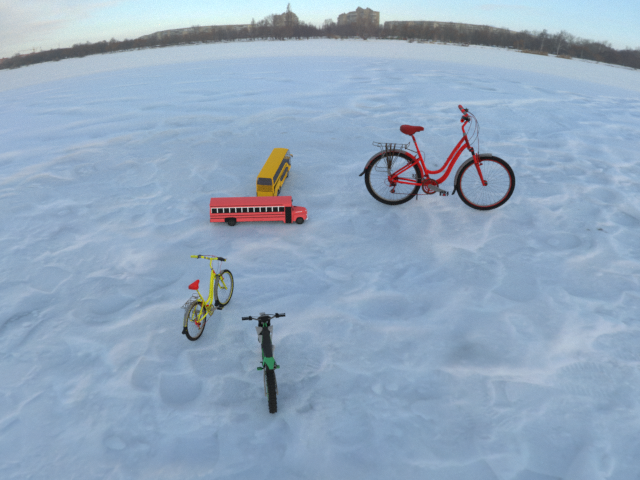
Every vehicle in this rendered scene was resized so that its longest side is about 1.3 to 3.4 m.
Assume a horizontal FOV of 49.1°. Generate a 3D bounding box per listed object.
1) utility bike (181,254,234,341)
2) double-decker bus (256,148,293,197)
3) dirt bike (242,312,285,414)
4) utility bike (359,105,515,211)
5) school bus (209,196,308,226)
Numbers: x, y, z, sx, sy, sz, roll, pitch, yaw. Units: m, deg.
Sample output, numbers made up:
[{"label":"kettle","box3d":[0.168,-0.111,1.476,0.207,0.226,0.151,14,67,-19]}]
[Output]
[{"label":"utility bike","box3d":[-1.572,0.705,9.538,0.535,0.946,1.435,10,31,17]},{"label":"double-decker bus","box3d":[-0.877,-1.298,13.531,0.389,0.541,1.672,5,30,8]},{"label":"dirt bike","box3d":[-0.650,1.358,8.463,0.527,0.857,1.493,-4,30,-8]},{"label":"utility bike","box3d":[2.101,-1.469,12.507,2.791,1.839,1.039,4,29,7]},{"label":"school bus","box3d":[-1.065,-0.521,12.253,1.708,0.434,0.365,-1,29,-3]}]
